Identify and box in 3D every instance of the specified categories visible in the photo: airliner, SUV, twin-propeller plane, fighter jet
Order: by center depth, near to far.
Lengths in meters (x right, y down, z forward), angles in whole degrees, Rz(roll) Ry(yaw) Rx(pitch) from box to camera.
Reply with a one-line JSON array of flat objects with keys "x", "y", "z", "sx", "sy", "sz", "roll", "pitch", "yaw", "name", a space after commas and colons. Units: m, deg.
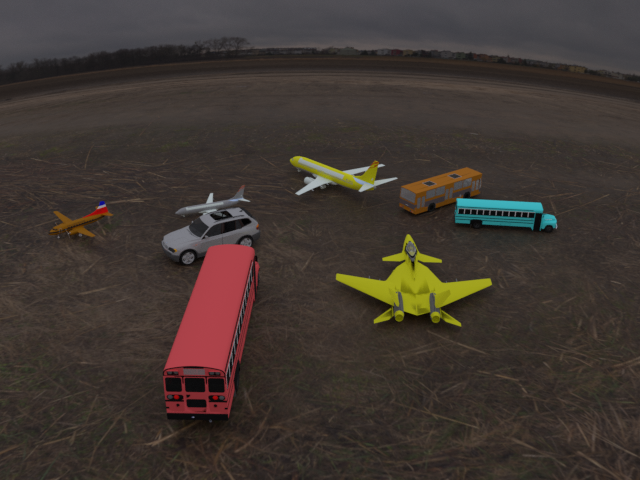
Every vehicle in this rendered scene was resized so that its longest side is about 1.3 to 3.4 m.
[{"x": 1.361, "y": 0.352, "z": 10.240, "sx": 2.229, "sy": 0.557, "sz": 2.640, "roll": 2, "pitch": 27, "yaw": 3, "name": "fighter jet"}, {"x": -1.727, "y": -0.103, "z": 11.113, "sx": 1.572, "sy": 0.580, "sz": 0.656, "roll": -15, "pitch": 30, "yaw": -26, "name": "SUV"}, {"x": -4.054, "y": -0.335, "z": 11.763, "sx": 1.095, "sy": 0.407, "sz": 1.370, "roll": -24, "pitch": 35, "yaw": -39, "name": "twin-propeller plane"}, {"x": -1.932, "y": -0.684, "z": 12.429, "sx": 1.307, "sy": 0.429, "sz": 1.161, "roll": -10, "pitch": 29, "yaw": -20, "name": "airliner"}, {"x": 0.233, "y": -1.427, "z": 13.449, "sx": 2.257, "sy": 0.835, "sz": 2.541, "roll": -22, "pitch": 34, "yaw": -36, "name": "airliner"}]

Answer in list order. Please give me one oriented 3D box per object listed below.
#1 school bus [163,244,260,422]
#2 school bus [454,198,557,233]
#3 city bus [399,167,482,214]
[{"x": -1.250, "y": 0.931, "z": 8.776, "sx": 0.709, "sy": 0.844, "sz": 3.322, "roll": 1, "pitch": 27, "yaw": 1, "name": "school bus"}, {"x": 3.164, "y": -0.429, "z": 11.920, "sx": 1.708, "sy": 0.434, "sz": 0.365, "roll": 4, "pitch": 27, "yaw": 7, "name": "school bus"}, {"x": 2.222, "y": -0.889, "z": 12.800, "sx": 1.674, "sy": 0.460, "sz": 0.476, "roll": -18, "pitch": 32, "yaw": -31, "name": "city bus"}]
